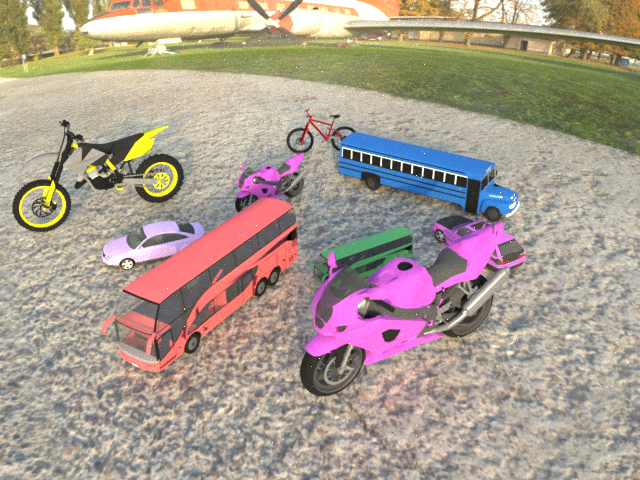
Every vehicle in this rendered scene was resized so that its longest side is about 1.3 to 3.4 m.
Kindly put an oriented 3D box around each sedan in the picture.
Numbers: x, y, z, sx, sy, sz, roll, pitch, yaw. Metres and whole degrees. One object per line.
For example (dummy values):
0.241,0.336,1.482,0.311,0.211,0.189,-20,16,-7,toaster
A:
-2.548,0.025,10.775,1.613,0.483,0.635,-11,32,-19,sedan

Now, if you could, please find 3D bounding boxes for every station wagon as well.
2.443,-0.040,10.899,0.682,0.473,1.597,-17,34,-28,station wagon

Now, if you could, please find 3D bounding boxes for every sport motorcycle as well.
1.025,0.791,8.320,2.955,1.596,0.983,-18,35,-29,sport motorcycle
-0.862,-0.988,12.203,1.520,0.821,0.506,-24,38,-35,sport motorcycle

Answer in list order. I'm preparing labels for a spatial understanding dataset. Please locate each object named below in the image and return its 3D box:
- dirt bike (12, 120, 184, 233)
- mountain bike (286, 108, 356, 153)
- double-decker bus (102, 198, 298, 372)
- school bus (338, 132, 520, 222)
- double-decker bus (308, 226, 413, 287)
-3.647,-1.129,11.598,2.903,1.666,1.024,-18,34,-28,dirt bike
0.049,-2.178,14.230,1.469,0.868,0.573,-3,30,-4,mountain bike
-1.424,0.520,9.340,0.756,1.052,3.251,17,34,27,double-decker bus
1.915,-1.169,12.495,3.322,0.844,0.709,17,34,28,school bus
0.630,0.281,10.271,1.672,0.541,0.389,-18,34,-28,double-decker bus
